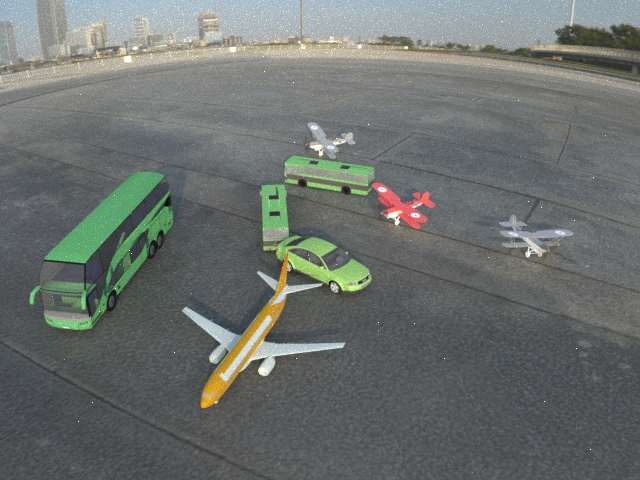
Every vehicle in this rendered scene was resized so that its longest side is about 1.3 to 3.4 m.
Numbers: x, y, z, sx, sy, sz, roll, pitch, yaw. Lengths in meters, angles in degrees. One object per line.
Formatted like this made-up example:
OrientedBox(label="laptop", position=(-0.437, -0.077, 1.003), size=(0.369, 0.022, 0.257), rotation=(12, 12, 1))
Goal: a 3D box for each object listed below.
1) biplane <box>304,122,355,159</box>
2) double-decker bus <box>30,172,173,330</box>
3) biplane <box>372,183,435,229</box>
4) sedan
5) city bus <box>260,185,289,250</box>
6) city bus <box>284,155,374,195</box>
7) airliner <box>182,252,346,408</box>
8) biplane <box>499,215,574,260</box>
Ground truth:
OrientedBox(label="biplane", position=(0.205, -2.057, 14.765), size=(1.090, 0.504, 1.336), rotation=(-11, 30, -20))
OrientedBox(label="double-decker bus", position=(-3.041, 0.084, 10.253), size=(0.756, 1.052, 3.251), rotation=(5, 29, 9))
OrientedBox(label="biplane", position=(1.472, -0.565, 12.021), size=(1.090, 0.504, 1.336), rotation=(-18, 33, -30))
OrientedBox(label="sedan", position=(0.044, 0.310, 10.434), size=(1.613, 0.483, 0.635), rotation=(23, 36, 35))
OrientedBox(label="city bus", position=(-0.758, -0.377, 11.722), size=(0.476, 0.460, 1.674), rotation=(-2, 29, -4))
OrientedBox(label="city bus", position=(0.169, -1.209, 13.252), size=(1.674, 0.460, 0.476), rotation=(11, 30, 19))
OrientedBox(label="airliner", position=(-0.858, 1.073, 8.663), size=(2.257, 0.835, 2.541), rotation=(10, 30, 18))
OrientedBox(label="biplane", position=(3.319, -0.057, 11.087), size=(1.336, 0.504, 1.090), rotation=(-10, 30, -17))
